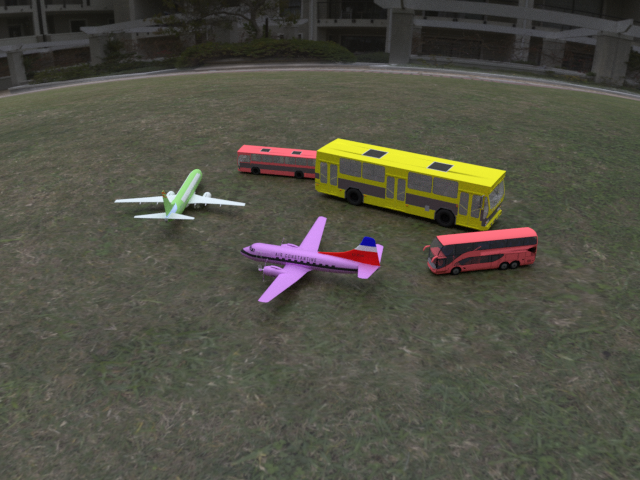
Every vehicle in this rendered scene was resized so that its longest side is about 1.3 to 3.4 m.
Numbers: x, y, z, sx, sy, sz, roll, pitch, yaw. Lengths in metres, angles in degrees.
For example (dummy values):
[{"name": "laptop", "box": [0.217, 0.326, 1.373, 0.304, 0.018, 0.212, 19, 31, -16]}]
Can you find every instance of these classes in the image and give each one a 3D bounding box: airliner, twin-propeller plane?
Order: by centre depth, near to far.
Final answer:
[{"name": "twin-propeller plane", "box": [-0.171, 0.190, 10.082, 2.129, 0.792, 2.663, 8, 29, 15]}, {"name": "airliner", "box": [-2.391, -0.934, 12.197, 2.257, 0.835, 2.541, 2, 28, 3]}]

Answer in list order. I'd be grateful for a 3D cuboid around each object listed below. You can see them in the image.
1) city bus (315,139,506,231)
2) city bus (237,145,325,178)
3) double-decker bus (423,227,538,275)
[{"name": "city bus", "box": [1.504, -0.972, 12.206, 3.255, 0.894, 0.926, 15, 31, 27]}, {"name": "city bus", "box": [-0.765, -1.520, 13.732, 1.674, 0.460, 0.476, 6, 28, 12]}, {"name": "double-decker bus", "box": [2.389, 0.167, 10.397, 1.672, 0.541, 0.389, -5, 28, -10]}]
